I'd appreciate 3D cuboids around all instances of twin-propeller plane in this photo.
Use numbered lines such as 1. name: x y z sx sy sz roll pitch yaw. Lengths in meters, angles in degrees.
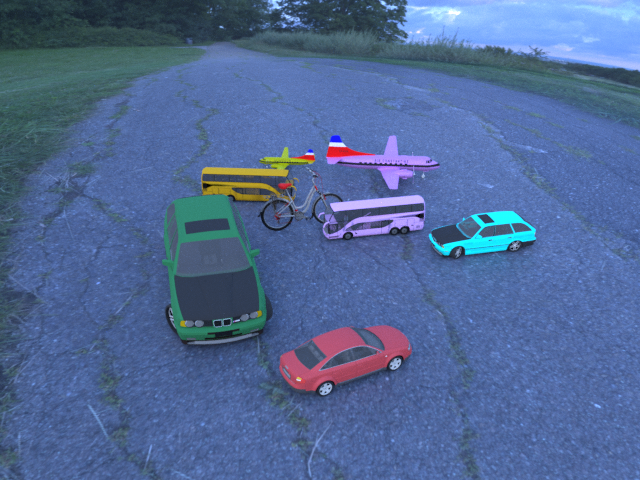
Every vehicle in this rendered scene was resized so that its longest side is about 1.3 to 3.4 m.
1. twin-propeller plane: 1.176 -1.544 13.013 2.129 0.792 2.663 2 28 4
2. twin-propeller plane: -0.637 -1.566 13.460 1.095 0.407 1.370 2 28 4

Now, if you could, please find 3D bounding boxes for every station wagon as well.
1. station wagon: -1.502 0.236 9.556 1.327 0.920 3.105 -6 29 -12
2. station wagon: 2.471 -0.116 10.685 1.597 0.473 0.682 -7 29 -12

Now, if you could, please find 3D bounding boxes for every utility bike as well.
1. utility bike: -0.311 -0.654 11.189 1.435 0.946 0.535 -7 29 -13

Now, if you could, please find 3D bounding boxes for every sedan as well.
1. sedan: 0.320 1.293 8.047 1.613 0.483 0.635 -14 31 -25

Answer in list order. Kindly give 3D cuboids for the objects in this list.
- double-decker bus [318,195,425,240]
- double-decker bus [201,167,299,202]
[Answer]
1. double-decker bus: 0.828 -0.353 11.056 1.672 0.541 0.389 -6 29 -11
2. double-decker bus: -1.216 -0.957 12.183 1.672 0.541 0.389 2 28 4
